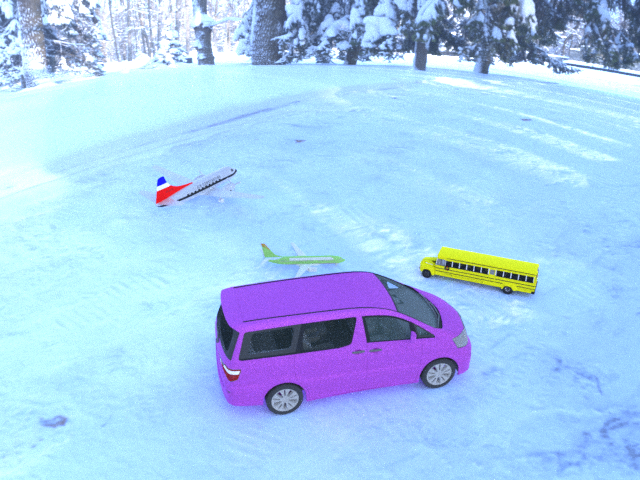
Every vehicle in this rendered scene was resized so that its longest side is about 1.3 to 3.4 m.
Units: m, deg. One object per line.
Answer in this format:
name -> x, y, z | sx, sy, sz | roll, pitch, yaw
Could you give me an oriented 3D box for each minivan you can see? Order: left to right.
minivan -> 0.296, 1.072, 8.181 | 3.011, 1.197, 1.324 | -7, 29, -13

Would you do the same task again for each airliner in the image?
airliner -> -0.259, 0.221, 10.622 | 1.307, 0.429, 1.161 | -2, 28, -4

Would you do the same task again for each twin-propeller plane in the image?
twin-propeller plane -> -2.199, -1.056, 12.660 | 2.663, 0.792, 2.129 | 17, 32, 29

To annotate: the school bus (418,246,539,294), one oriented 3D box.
school bus -> 2.296, 0.428, 10.223 | 1.708, 0.434, 0.365 | 11, 30, 20
